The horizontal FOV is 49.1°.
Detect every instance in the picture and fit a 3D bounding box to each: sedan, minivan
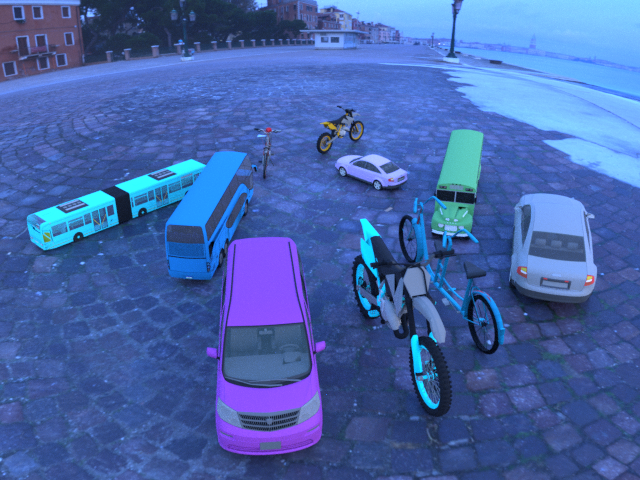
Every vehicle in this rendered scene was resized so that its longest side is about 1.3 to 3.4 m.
[{"bbox_3d":[0.989,-1.420,13.800,1.613,0.483,0.635,26,38,38],"label":"sedan"},{"bbox_3d":[3.625,-0.091,10.903,1.235,0.940,3.137,7,30,13],"label":"sedan"},{"bbox_3d":[-0.648,1.135,8.402,1.324,1.197,3.011,-3,29,-5],"label":"minivan"}]

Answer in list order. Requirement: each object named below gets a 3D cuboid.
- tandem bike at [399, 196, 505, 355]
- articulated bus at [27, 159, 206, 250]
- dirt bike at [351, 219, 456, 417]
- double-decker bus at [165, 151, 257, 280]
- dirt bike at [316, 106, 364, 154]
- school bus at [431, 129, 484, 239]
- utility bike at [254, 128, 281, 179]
[{"bbox_3d":[1.750,0.314,9.764,0.550,1.326,3.192,-8,30,-15],"label":"tandem bike"},{"bbox_3d":[-3.427,-0.682,12.374,0.605,0.561,3.401,24,37,37],"label":"articulated bus"},{"bbox_3d":[0.962,0.763,8.593,1.024,1.666,2.903,-8,30,-15],"label":"dirt bike"},{"bbox_3d":[-1.737,-0.526,11.581,0.756,1.052,3.251,3,29,6],"label":"double-decker bus"},{"bbox_3d":[0.455,-2.429,15.250,0.527,0.857,1.493,25,37,38],"label":"dirt bike"},{"bbox_3d":[2.552,-1.081,12.807,0.709,0.844,3.322,7,30,13],"label":"school bus"},{"bbox_3d":[-1.030,-1.868,14.135,0.535,0.946,1.435,0,29,0],"label":"utility bike"}]
